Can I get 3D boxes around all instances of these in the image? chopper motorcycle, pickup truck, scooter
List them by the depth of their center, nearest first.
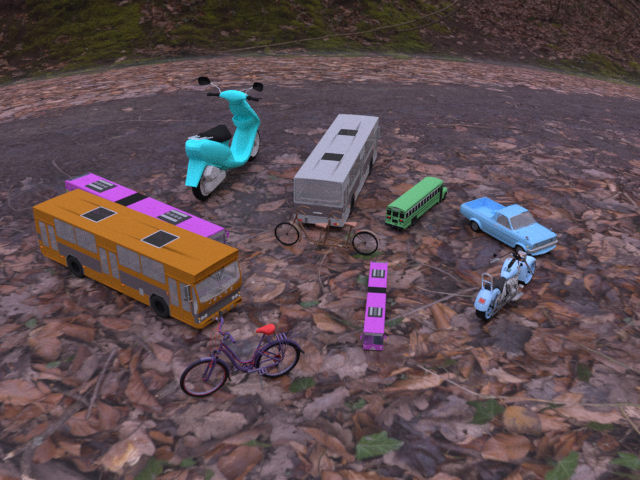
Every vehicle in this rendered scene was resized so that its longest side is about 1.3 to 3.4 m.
[{"bbox_3d":[2.480,0.484,9.199,0.466,0.761,1.563,21,35,34],"label":"chopper motorcycle"},{"bbox_3d":[2.906,-0.274,10.864,0.640,0.511,1.603,-17,33,-28],"label":"pickup truck"},{"bbox_3d":[-1.695,-1.918,12.563,1.288,1.786,2.721,10,30,17],"label":"scooter"}]

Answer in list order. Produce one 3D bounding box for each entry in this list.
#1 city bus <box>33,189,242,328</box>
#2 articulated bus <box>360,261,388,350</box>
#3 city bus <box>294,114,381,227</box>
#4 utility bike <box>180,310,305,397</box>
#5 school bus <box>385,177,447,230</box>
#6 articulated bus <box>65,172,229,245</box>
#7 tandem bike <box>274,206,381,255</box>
[{"bbox_3d":[-2.550,0.211,9.563,3.255,0.894,0.926,19,34,31],"label":"city bus"},{"bbox_3d":[0.729,0.812,9.088,0.311,0.289,1.749,3,29,6],"label":"articulated bus"},{"bbox_3d":[0.360,-1.267,12.297,0.926,0.894,3.255,7,29,12],"label":"city bus"},{"bbox_3d":[-0.815,1.255,7.578,1.435,0.946,0.535,-11,30,-20],"label":"utility bike"},{"bbox_3d":[1.646,-0.652,11.644,0.365,0.434,1.708,17,33,29],"label":"school bus"},{"bbox_3d":[-2.793,-0.355,10.960,3.401,0.561,0.605,21,35,34],"label":"articulated bus"},{"bbox_3d":[0.100,-0.140,10.437,1.642,0.682,0.283,7,29,12],"label":"tandem bike"}]
